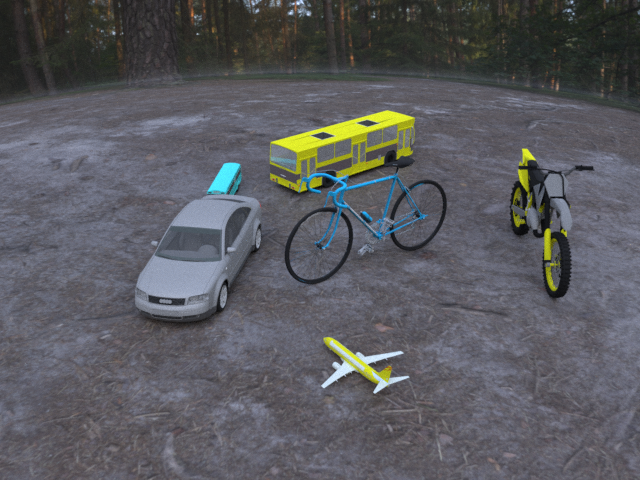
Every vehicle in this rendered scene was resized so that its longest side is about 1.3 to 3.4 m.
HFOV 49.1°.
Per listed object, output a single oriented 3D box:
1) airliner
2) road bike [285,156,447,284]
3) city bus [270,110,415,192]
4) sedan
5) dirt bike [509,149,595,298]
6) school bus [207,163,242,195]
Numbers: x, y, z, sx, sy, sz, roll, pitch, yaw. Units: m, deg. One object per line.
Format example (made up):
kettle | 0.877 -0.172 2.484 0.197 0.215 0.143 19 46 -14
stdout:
airliner | 0.420 1.344 8.115 1.161 0.429 1.307 -17 31 -31
road bike | 0.759 -0.366 10.200 3.004 1.656 0.697 -17 31 -31
city bus | 0.517 -1.773 13.923 3.255 0.894 0.926 -22 34 -37
sedan | -1.680 0.073 10.120 1.235 0.940 3.137 4 27 9
dirt bike | 3.268 -0.427 10.314 1.024 1.666 2.903 0 26 1
school bus | -1.747 -0.912 12.693 0.365 0.434 1.708 2 26 4
